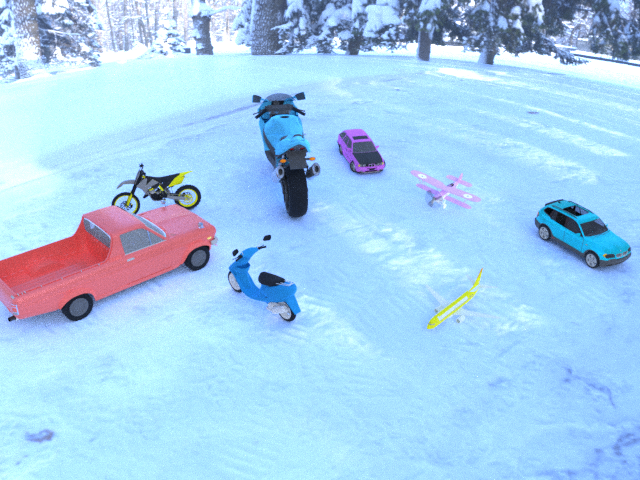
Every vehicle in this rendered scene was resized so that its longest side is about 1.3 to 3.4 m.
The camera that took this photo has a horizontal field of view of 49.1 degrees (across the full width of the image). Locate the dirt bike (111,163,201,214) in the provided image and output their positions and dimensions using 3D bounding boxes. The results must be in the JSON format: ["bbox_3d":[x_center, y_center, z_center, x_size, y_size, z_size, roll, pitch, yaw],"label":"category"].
[{"bbox_3d":[-2.746,-0.819,11.710,1.493,0.857,0.527,-9,30,-16],"label":"dirt bike"}]

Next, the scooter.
[{"bbox_3d":[-0.777,0.489,9.262,1.399,0.919,0.662,25,37,38],"label":"scooter"}]

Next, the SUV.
[{"bbox_3d":[4.020,-0.131,10.743,0.656,0.580,1.572,-15,32,-25],"label":"SUV"}]

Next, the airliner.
[{"bbox_3d":[1.799,0.784,9.233,1.161,0.429,1.307,24,37,36],"label":"airliner"}]

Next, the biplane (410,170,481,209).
[{"bbox_3d":[2.236,-0.866,12.163,1.336,0.504,1.090,20,34,31],"label":"biplane"}]

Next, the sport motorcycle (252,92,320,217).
[{"bbox_3d":[-0.599,-1.583,12.335,0.983,1.596,2.955,-5,29,-10],"label":"sport motorcycle"}]

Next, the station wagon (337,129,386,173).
[{"bbox_3d":[0.805,-1.802,13.901,0.682,0.473,1.597,-6,29,-12],"label":"station wagon"}]

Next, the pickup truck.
[{"bbox_3d":[-2.972,0.164,9.777,3.117,0.993,1.244,-24,37,-36],"label":"pickup truck"}]
